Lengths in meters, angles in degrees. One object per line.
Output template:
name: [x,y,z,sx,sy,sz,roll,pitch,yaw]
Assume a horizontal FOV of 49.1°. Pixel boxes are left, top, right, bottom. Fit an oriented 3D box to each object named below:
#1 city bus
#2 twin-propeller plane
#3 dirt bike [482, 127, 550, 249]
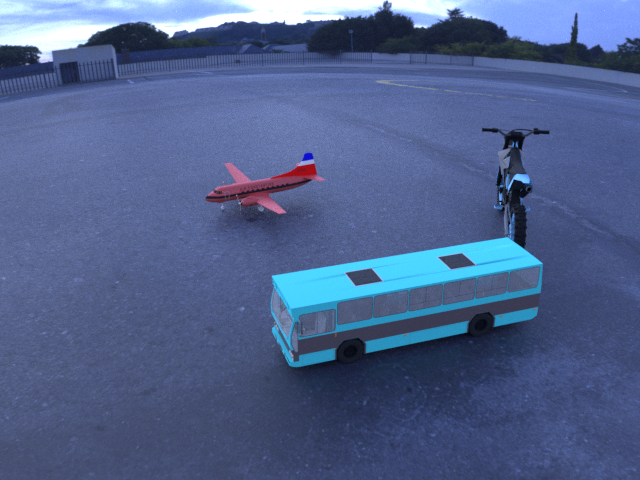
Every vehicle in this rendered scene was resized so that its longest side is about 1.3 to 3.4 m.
city bus: [1.072,0.746,8.539,3.255,0.894,0.926,-9,27,-17]
twin-propeller plane: [-1.009,-1.032,12.323,2.129,0.792,2.663,-12,28,-23]
dirt bike: [2.995,-0.850,10.946,1.024,1.666,2.903,4,26,8]
